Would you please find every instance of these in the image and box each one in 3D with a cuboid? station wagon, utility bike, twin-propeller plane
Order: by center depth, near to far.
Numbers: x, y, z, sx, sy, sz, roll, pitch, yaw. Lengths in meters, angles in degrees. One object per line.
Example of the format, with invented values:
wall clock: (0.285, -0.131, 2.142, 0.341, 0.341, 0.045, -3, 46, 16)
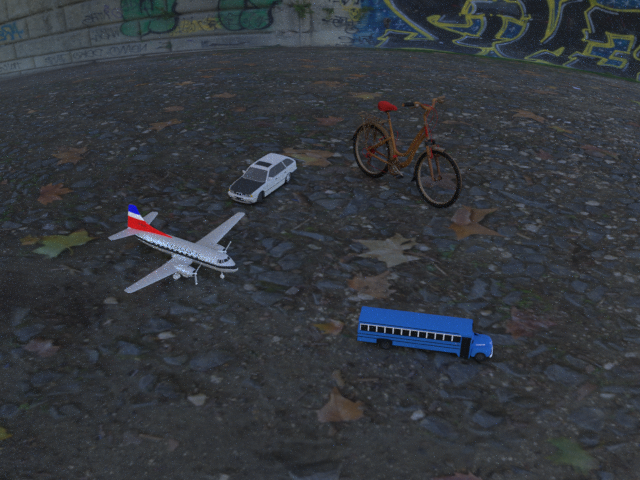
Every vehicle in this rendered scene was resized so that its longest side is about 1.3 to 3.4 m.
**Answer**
twin-propeller plane: (-2.107, 0.031, 10.530, 2.129, 0.792, 2.663, 17, 34, 26)
utility bike: (1.563, -1.769, 12.577, 1.039, 1.839, 2.791, -23, 37, -34)
station wagon: (-1.054, -1.177, 12.917, 0.682, 0.473, 1.597, 16, 34, 25)

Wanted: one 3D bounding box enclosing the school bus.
school bus: (1.339, 1.183, 8.910, 1.708, 0.434, 0.365, 6, 31, 10)
